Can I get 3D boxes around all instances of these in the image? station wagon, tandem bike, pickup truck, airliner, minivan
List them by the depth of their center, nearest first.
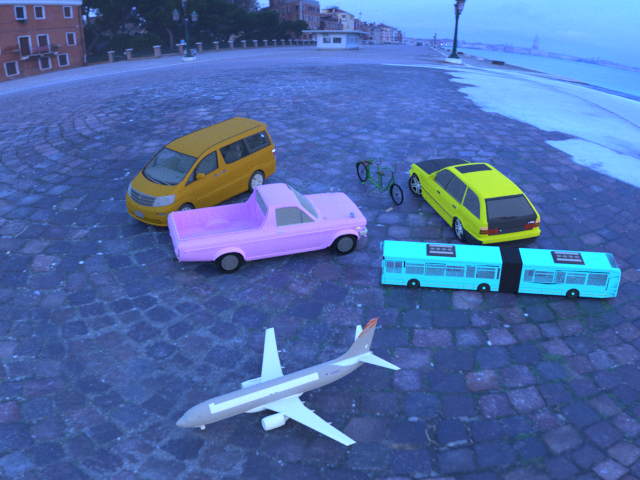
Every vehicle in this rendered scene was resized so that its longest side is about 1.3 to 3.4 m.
[{"bbox_3d":[-0.421,1.533,7.977,2.541,0.835,2.257,-13,31,-22],"label":"airliner"},{"bbox_3d":[-0.830,-0.290,11.154,3.117,0.993,1.244,-9,30,-15],"label":"pickup truck"},{"bbox_3d":[2.613,-0.868,12.290,1.327,0.920,3.105,-8,30,-14],"label":"station wagon"},{"bbox_3d":[-2.143,-1.283,12.761,1.324,1.197,3.011,20,35,33],"label":"minivan"},{"bbox_3d":[1.108,-1.210,13.165,0.283,0.682,1.642,-15,32,-25],"label":"tandem bike"}]

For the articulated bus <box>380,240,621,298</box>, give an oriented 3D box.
[{"bbox_3d":[2.575,0.424,10.296,3.401,0.561,0.605,3,29,6],"label":"articulated bus"}]
